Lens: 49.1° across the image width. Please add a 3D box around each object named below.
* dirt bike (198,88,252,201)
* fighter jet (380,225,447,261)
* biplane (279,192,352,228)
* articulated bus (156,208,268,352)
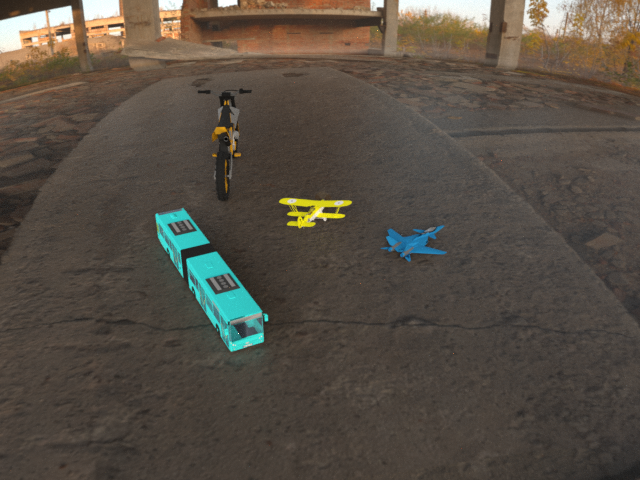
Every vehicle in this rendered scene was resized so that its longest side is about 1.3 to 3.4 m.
[{"bbox_3d":[-1.805,-1.983,13.444,1.024,1.666,2.903,-1,29,-1],"label":"dirt bike"},{"bbox_3d":[1.648,-0.083,11.467,1.147,0.286,1.358,25,38,37],"label":"fighter jet"},{"bbox_3d":[-0.155,-0.453,11.903,1.336,0.504,1.090,12,32,21],"label":"biplane"},{"bbox_3d":[-1.691,0.461,10.217,0.605,0.561,3.401,-14,32,-24],"label":"articulated bus"}]
